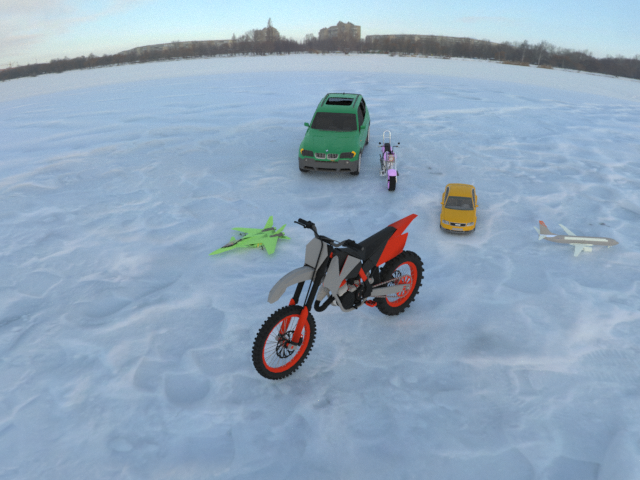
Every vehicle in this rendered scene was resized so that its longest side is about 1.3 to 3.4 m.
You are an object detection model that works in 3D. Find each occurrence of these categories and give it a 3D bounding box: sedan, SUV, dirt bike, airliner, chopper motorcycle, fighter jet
[{"bbox_3d":[2.402,-0.610,12.073,0.635,0.483,1.613,5,27,10],"label":"sedan"},{"bbox_3d":[0.357,-2.299,14.734,1.276,1.128,3.058,4,27,8],"label":"SUV"},{"bbox_3d":[0.329,0.542,8.441,2.903,1.666,1.024,-23,35,-38],"label":"dirt bike"},{"bbox_3d":[4.083,-0.087,11.086,1.307,0.429,1.161,3,27,5],"label":"airliner"},{"bbox_3d":[1.351,-1.559,13.663,0.466,0.761,1.563,0,27,0],"label":"chopper motorcycle"},{"bbox_3d":[-1.181,-0.026,11.124,1.358,0.286,1.147,-19,32,-33],"label":"fighter jet"}]
